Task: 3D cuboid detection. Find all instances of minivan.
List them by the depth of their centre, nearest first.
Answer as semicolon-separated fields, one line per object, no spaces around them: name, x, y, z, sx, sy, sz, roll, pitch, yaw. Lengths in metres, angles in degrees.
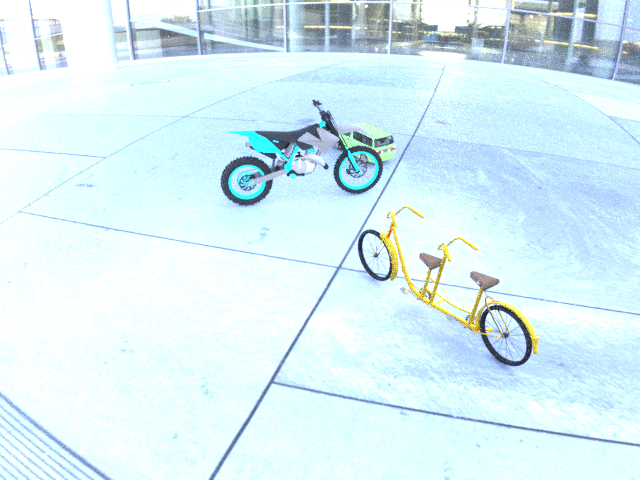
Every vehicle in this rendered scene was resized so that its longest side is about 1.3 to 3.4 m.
minivan;0.852;-2.039;14.224;0.681;0.616;1.548;-18;34;-30

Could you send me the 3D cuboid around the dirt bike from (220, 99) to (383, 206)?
dirt bike;-0.291;-1.465;12.102;2.903;1.666;1.024;-6;30;-11

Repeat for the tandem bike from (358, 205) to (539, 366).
tandem bike;1.515;0.455;8.983;0.550;1.326;3.192;-20;35;-32
